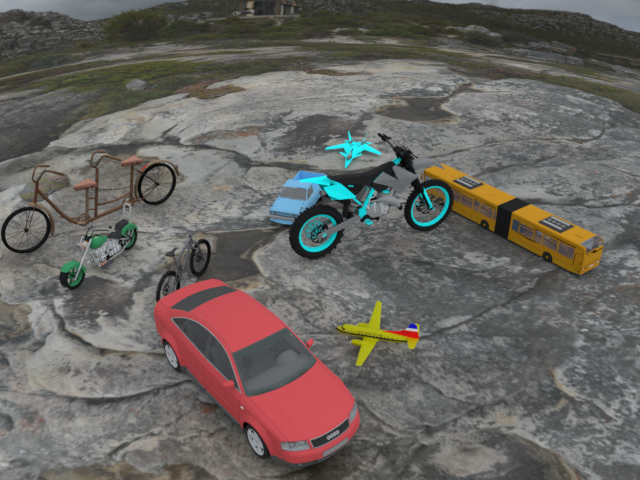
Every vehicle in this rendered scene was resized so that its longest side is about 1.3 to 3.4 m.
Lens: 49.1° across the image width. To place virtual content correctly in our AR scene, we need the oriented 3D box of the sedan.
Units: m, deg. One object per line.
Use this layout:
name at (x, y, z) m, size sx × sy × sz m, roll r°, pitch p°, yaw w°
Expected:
sedan at (-0.819, 1.349, 8.137) m, size 1.235 × 0.940 × 3.137 m, roll -22°, pitch 37°, yaw -33°

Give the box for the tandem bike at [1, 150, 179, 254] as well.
tandem bike at (-3.655, -0.807, 11.382) m, size 3.192 × 1.326 × 0.550 m, roll -26°, pitch 40°, yaw -37°

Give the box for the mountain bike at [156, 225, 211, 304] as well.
mountain bike at (-1.920, 0.345, 9.894) m, size 0.573 × 0.868 × 1.469 m, roll 11°, pitch 32°, yaw 17°

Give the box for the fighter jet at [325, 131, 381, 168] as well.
fighter jet at (0.646, -1.809, 14.083) m, size 1.147 × 0.286 × 1.358 m, roll 7°, pitch 31°, yaw 11°

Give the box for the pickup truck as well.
pickup truck at (-0.359, -0.794, 12.158) m, size 0.640 × 0.511 × 1.603 m, roll 9°, pitch 32°, yaw 15°

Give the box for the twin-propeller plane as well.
twin-propeller plane at (0.728, 1.165, 8.967) m, size 1.095 × 0.407 × 1.370 m, roll 8°, pitch 32°, yaw 13°

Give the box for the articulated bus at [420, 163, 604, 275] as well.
articulated bus at (3.010, -0.428, 11.494) m, size 0.605 × 0.561 × 3.401 m, roll -21°, pitch 37°, yaw -31°

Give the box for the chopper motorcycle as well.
chopper motorcycle at (-3.296, 0.080, 10.445) m, size 0.466 × 0.761 × 1.563 m, roll 15°, pitch 34°, yaw 24°

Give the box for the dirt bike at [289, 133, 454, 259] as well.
dirt bike at (0.858, -0.667, 10.815) m, size 2.903 × 1.666 × 1.024 m, roll -13°, pitch 33°, yaw -21°
